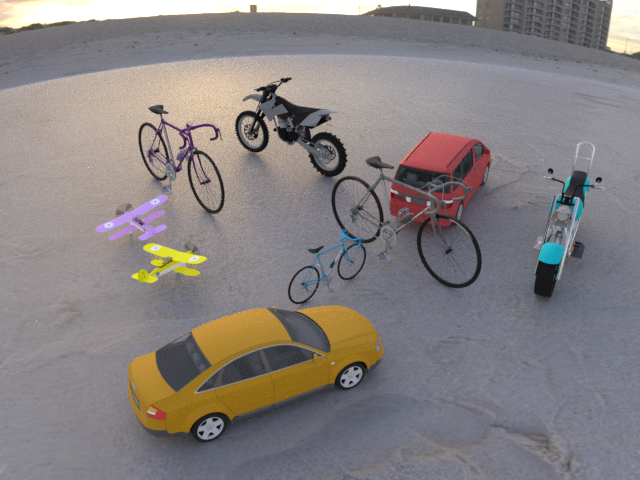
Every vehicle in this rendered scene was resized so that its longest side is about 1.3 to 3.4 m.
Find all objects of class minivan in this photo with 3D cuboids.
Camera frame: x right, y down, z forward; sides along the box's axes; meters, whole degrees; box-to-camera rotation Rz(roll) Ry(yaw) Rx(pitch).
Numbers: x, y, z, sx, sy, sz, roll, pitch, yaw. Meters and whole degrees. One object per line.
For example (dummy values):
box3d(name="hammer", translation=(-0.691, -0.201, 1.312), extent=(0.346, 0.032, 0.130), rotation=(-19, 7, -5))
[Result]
box3d(name="minivan", translation=(2.282, -1.295, 12.784), extent=(1.324, 1.197, 3.011), rotation=(13, 32, 22))

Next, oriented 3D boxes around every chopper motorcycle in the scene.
box3d(name="chopper motorcycle", translation=(3.817, -0.383, 10.883), extent=(0.906, 1.480, 3.040), rotation=(14, 32, 22))

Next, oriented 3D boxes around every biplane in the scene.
box3d(name="biplane", translation=(-3.024, -0.265, 11.665), extent=(1.336, 0.504, 1.090), rotation=(-24, 37, -35))
box3d(name="biplane", translation=(-2.302, 0.387, 10.513), extent=(1.336, 0.504, 1.090), rotation=(21, 36, 32))

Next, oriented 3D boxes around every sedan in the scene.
box3d(name="sedan", translation=(-0.694, 1.374, 8.322), extent=(3.137, 0.940, 1.235), rotation=(-15, 33, -24))

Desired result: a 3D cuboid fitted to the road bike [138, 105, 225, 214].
box3d(name="road bike", translation=(-2.616, -1.575, 12.814), extent=(0.696, 1.656, 3.004), rotation=(-23, 37, -35))

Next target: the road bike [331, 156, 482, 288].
box3d(name="road bike", translation=(1.235, -0.377, 10.694), extent=(0.696, 1.656, 3.004), rotation=(-25, 38, -37))

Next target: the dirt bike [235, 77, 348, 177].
box3d(name="dirt bike", translation=(-0.659, -2.305, 14.094), extent=(2.903, 1.666, 1.024), rotation=(21, 35, 32))

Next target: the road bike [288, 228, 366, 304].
box3d(name="road bike", translation=(0.128, 0.375, 10.180), extent=(1.545, 0.852, 0.358), rotation=(-24, 37, -36))
